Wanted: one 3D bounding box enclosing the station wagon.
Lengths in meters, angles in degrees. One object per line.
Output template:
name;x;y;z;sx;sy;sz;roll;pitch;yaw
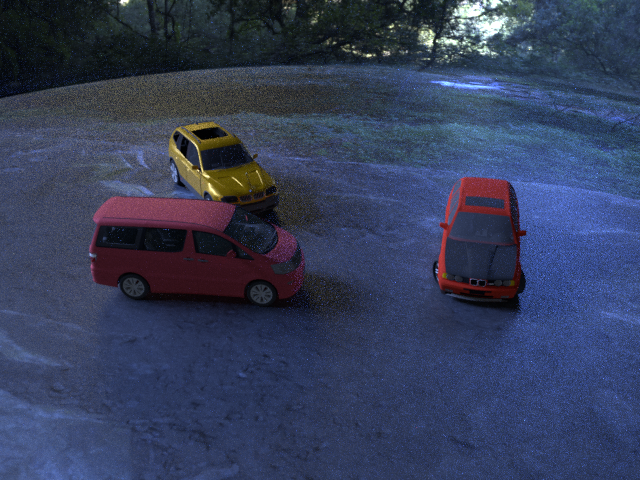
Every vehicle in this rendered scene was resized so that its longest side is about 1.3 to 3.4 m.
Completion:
station wagon;2.504;-0.151;10.857;1.327;0.920;3.105;6;28;11

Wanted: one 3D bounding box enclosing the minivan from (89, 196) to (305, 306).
minivan;-1.726;0.103;10.075;3.011;1.197;1.324;3;28;5

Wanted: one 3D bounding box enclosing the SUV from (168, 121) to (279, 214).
SUV;-1.866;-1.359;12.940;1.276;1.128;3.058;-15;31;-26
